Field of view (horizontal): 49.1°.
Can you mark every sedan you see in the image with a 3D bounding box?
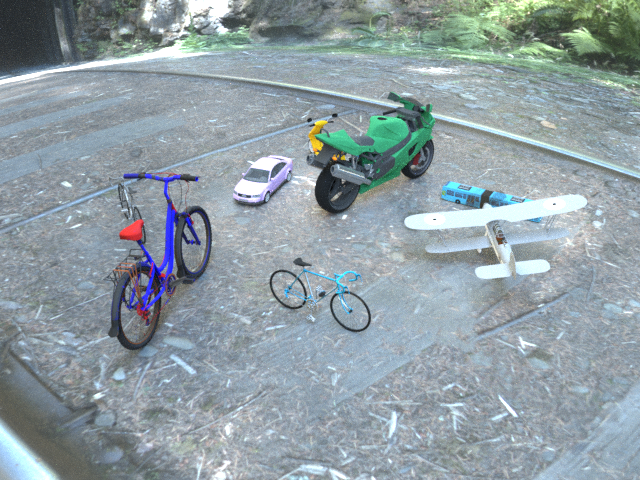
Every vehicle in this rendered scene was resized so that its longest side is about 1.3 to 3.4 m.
[{"bbox_3d":[-1.009,-1.133,12.533,0.635,0.483,1.613,11,32,18],"label":"sedan"}]

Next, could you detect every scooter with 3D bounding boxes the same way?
[{"bbox_3d":[0.123,-1.893,13.418,0.662,0.919,1.399,-15,33,-25],"label":"scooter"}]

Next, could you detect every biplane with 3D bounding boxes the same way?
[{"bbox_3d":[2.540,-0.012,10.088,2.598,0.981,2.120,0,30,1],"label":"biplane"}]

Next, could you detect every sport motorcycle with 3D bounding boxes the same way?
[{"bbox_3d":[1.010,-1.517,12.085,2.955,1.596,0.983,-25,38,-36],"label":"sport motorcycle"}]

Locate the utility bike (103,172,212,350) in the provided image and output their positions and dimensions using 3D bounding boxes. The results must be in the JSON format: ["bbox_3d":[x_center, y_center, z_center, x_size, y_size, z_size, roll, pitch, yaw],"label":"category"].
[{"bbox_3d":[-2.120,0.097,9.037,1.039,1.839,2.791,8,31,14],"label":"utility bike"}]

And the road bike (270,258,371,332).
[{"bbox_3d":[-0.021,0.673,9.026,1.545,0.852,0.358,17,34,27],"label":"road bike"}]

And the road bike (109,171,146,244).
[{"bbox_3d":[-3.020,-0.546,11.145,0.358,0.852,1.545,-15,33,-24],"label":"road bike"}]

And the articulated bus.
[{"bbox_3d":[2.932,-0.659,11.906,1.749,0.289,0.311,16,34,26],"label":"articulated bus"}]
